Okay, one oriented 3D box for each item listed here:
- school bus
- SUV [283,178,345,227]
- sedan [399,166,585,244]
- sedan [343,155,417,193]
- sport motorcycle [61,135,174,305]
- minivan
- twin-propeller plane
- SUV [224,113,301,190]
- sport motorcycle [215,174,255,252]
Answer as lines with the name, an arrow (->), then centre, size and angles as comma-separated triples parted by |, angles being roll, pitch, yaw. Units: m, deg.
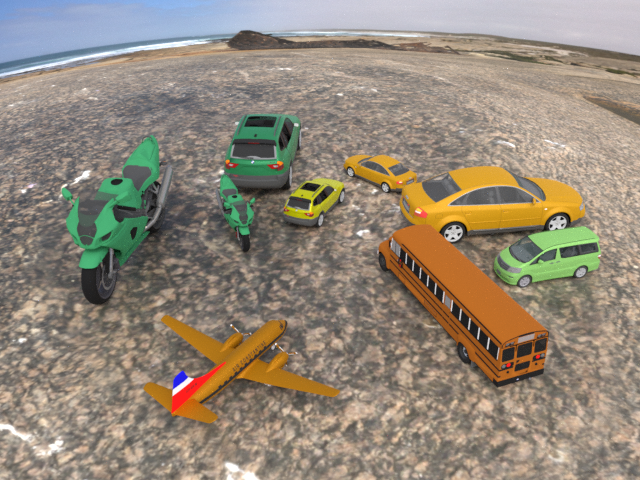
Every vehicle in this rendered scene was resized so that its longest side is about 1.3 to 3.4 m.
school bus -> 1.751, 0.668, 9.458 | 0.709, 0.844, 3.322 | -11, 32, -19
SUV -> -0.085, -0.748, 12.166 | 0.656, 0.580, 1.572 | 12, 32, 20
sedan -> 2.910, -0.694, 11.715 | 3.137, 0.940, 1.235 | -5, 30, -8
sedan -> 1.122, -1.351, 13.304 | 0.635, 0.483, 1.613 | -25, 38, -36
sport motorcycle -> -2.936, -0.367, 10.495 | 0.983, 1.596, 2.955 | 4, 30, 7
minivan -> 3.386, 0.230, 10.443 | 1.548, 0.616, 0.681 | -8, 31, -13
twin-propeller plane -> -1.016, 1.387, 8.270 | 2.663, 0.792, 2.129 | 18, 35, 28
SUV -> -1.077, -1.932, 13.664 | 1.276, 1.128, 3.058 | 2, 30, 4
sport motorcycle -> -1.380, -0.450, 11.412 | 0.506, 0.821, 1.520 | -10, 32, -17
